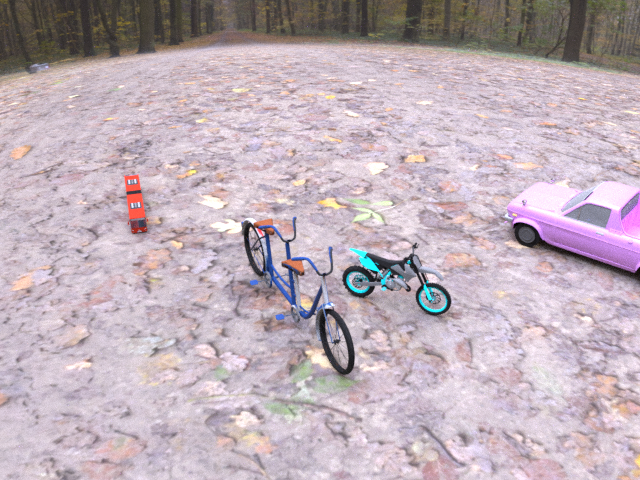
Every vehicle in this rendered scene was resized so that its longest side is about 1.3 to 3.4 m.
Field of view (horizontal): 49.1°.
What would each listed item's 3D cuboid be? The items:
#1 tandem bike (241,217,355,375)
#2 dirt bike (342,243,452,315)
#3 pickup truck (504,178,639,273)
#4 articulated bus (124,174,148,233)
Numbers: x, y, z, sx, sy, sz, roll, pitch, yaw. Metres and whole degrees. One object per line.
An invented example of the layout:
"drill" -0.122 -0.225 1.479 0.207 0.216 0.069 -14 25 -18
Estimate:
"tandem bike" -0.366 0.387 8.729 0.550 1.326 3.192 -14 33 -24
"dirt bike" 0.984 0.482 9.036 1.493 0.857 0.527 13 32 21
"pickup truck" 4.299 -0.203 10.105 3.117 0.993 1.244 23 37 34
"articulated bus" -3.055 -0.628 11.567 0.311 0.289 1.749 -8 31 -14
